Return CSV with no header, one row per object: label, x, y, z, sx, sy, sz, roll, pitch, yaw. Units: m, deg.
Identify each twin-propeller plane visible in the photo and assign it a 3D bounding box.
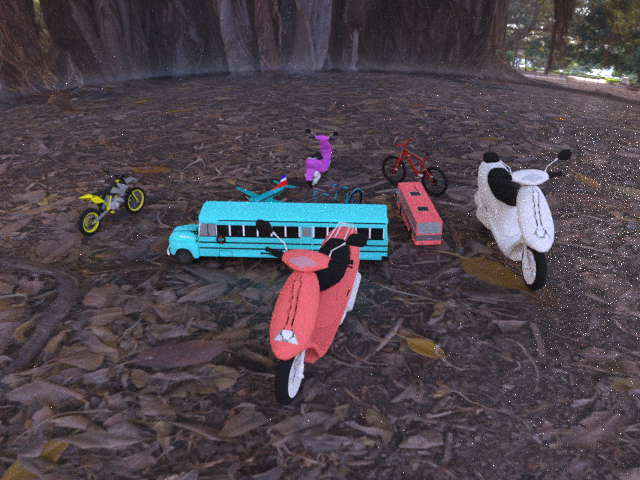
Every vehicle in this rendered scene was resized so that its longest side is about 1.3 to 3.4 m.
twin-propeller plane,-0.929,-0.846,12.507,1.370,0.407,1.095,18,32,32

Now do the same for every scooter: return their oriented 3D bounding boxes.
scooter,2.877,-0.582,10.437,1.288,1.786,2.721,-3,27,-5
scooter,-0.013,-1.621,13.485,0.662,0.919,1.399,8,28,15
scooter,-0.012,0.522,8.228,1.288,1.786,2.721,8,28,16

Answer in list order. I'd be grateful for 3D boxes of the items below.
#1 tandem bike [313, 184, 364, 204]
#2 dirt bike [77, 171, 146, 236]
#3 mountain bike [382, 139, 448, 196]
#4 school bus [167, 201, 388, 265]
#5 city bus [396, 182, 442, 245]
tandem bike,0.231,-0.603,11.714,0.283,0.682,1.642,21,33,35
dirt bike,-3.464,-0.664,11.640,0.527,0.857,1.493,15,30,27
mountain bike,1.752,-1.341,12.982,1.469,0.868,0.573,22,34,36
school bus,-0.640,-0.103,10.533,3.322,0.844,0.709,1,27,2
city bus,1.630,-0.439,11.634,0.476,0.460,1.674,-2,27,-4
